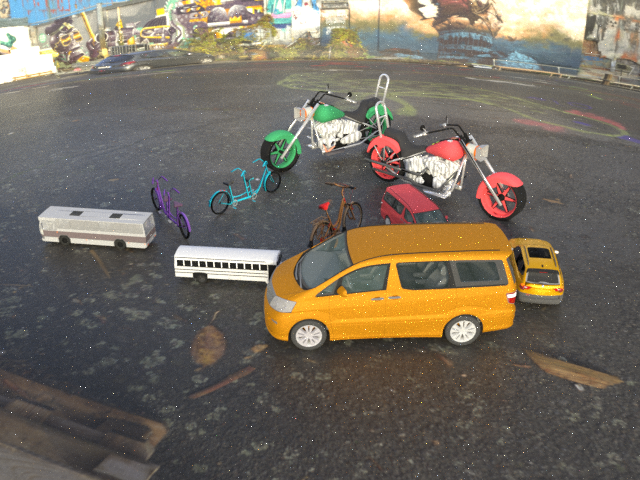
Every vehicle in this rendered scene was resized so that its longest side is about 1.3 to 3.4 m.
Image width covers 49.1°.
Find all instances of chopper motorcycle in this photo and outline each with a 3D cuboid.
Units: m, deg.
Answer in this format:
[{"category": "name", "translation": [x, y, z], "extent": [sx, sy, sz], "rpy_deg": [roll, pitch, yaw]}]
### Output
[{"category": "chopper motorcycle", "translation": [0.189, -2.293, 13.597], "extent": [3.040, 1.480, 0.906], "rpy_deg": [-18, 32, -31]}, {"category": "chopper motorcycle", "translation": [2.068, -1.363, 11.806], "extent": [3.040, 1.480, 0.906], "rpy_deg": [22, 34, 35]}]

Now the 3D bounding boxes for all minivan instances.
[{"category": "minivan", "translation": [1.497, -0.310, 10.716], "extent": [0.681, 0.616, 1.548], "rpy_deg": [-10, 29, -19]}, {"category": "minivan", "translation": [0.816, 0.499, 8.528], "extent": [3.011, 1.197, 1.324], "rpy_deg": [-1, 27, -3]}]

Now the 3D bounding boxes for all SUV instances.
[{"category": "SUV", "translation": [2.919, 0.328, 9.526], "extent": [0.656, 0.580, 1.572], "rpy_deg": [4, 28, 7]}]

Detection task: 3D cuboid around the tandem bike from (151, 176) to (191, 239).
[{"category": "tandem bike", "translation": [-2.403, -0.563, 11.131], "extent": [0.283, 0.682, 1.642], "rpy_deg": [-16, 32, -28]}]

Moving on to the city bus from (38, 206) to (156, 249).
[{"category": "city bus", "translation": [-3.373, -0.179, 10.633], "extent": [1.674, 0.460, 0.476], "rpy_deg": [4, 28, 7]}]

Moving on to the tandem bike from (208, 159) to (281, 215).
[{"category": "tandem bike", "translation": [-1.251, -0.934, 11.846], "extent": [0.283, 0.682, 1.642], "rpy_deg": [23, 35, 37]}]

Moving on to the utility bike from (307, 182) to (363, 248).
[{"category": "utility bike", "translation": [0.202, -0.355, 10.445], "extent": [0.535, 0.946, 1.435], "rpy_deg": [18, 32, 31]}]

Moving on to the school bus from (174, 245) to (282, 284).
[{"category": "school bus", "translation": [-1.129, 0.355, 9.634], "extent": [1.708, 0.434, 0.365], "rpy_deg": [3, 28, 6]}]
